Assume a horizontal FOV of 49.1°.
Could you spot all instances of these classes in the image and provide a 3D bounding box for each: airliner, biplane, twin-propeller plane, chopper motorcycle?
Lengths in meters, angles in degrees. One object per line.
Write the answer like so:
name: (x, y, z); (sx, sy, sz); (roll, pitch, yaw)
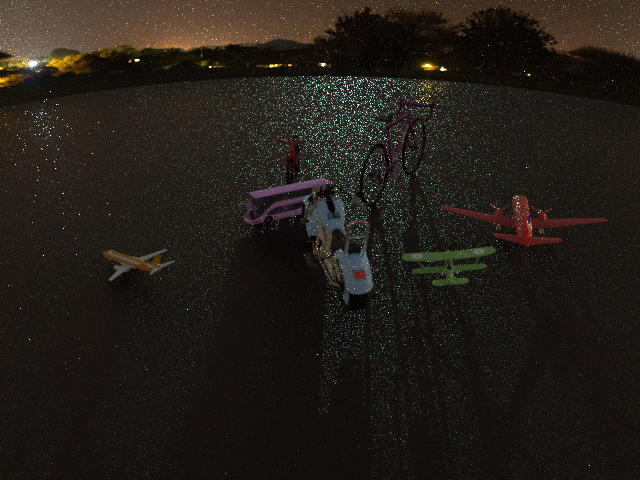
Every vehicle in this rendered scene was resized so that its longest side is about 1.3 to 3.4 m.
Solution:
airliner: (-2.841, 0.246, 10.560); (1.307, 0.429, 1.161); (16, 30, 29)
biplane: (1.849, 0.402, 10.154); (1.336, 0.504, 1.090); (3, 26, 7)
twin-propeller plane: (3.337, -0.414, 11.498); (2.663, 0.792, 2.129); (5, 26, 10)
chopper motorcycle: (0.170, -0.163, 10.199); (0.906, 1.480, 3.040); (-6, 27, -12)

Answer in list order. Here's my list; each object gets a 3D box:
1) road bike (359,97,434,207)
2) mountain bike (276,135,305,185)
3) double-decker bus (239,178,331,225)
road bike: (1.435, -1.732, 13.213); (0.696, 1.656, 3.004); (14, 29, 26)
mountain bike: (-0.535, -1.640, 13.922); (0.573, 0.868, 1.469); (3, 26, 6)
double-decker bus: (-0.584, -0.673, 12.316); (1.672, 0.541, 0.389); (-13, 29, -26)
